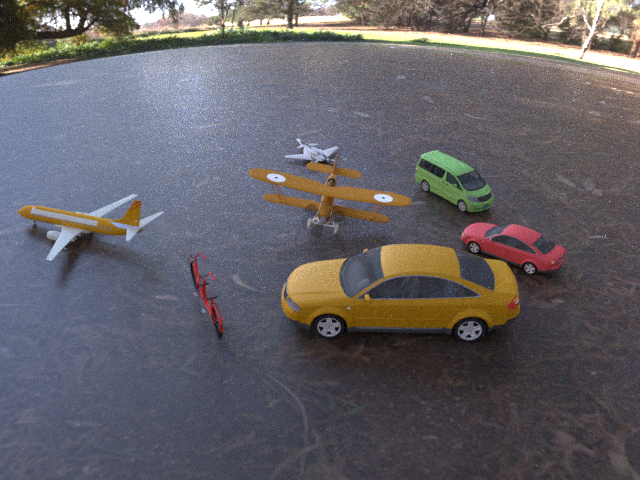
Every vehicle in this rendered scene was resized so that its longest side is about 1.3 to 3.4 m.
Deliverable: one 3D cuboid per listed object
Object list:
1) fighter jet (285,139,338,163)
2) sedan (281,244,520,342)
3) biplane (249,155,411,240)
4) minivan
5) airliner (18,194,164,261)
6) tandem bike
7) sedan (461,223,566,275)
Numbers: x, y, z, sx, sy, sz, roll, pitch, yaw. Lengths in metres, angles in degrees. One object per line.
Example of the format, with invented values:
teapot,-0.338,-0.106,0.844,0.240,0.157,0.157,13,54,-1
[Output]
fighter jet,-0.208,-1.878,14.092,1.147,0.286,1.358,-13,33,-21
sedan,1.048,0.612,9.267,3.137,0.940,1.235,1,31,1
biplane,0.194,-0.764,11.540,2.598,0.981,2.120,3,31,5
minivan,2.379,-1.042,12.364,0.681,0.616,1.548,-20,36,-29
airliner,-3.847,-0.453,11.160,2.541,0.835,2.257,11,32,18
tandem bike,-1.552,0.665,9.429,0.283,0.682,1.642,-12,33,-19
sedan,2.928,0.041,10.673,1.613,0.483,0.635,23,38,33
